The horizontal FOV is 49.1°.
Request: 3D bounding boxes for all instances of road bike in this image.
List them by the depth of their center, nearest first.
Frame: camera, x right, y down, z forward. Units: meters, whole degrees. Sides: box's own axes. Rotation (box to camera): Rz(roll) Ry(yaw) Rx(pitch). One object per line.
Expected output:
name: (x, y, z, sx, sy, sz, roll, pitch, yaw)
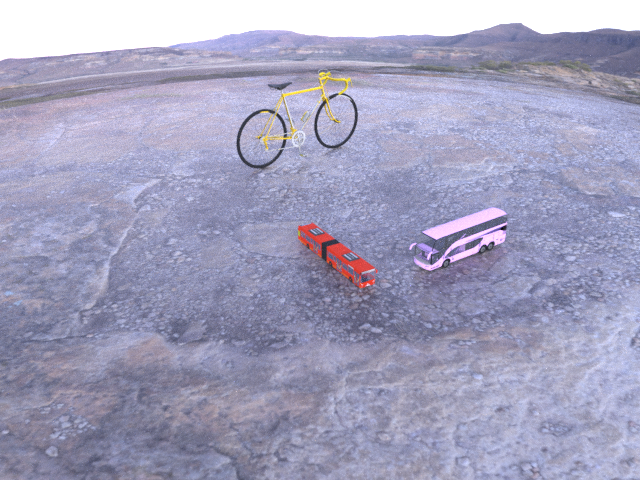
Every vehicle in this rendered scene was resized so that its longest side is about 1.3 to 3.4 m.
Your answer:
road bike: (-0.381, -2.407, 13.769, 3.004, 1.656, 0.697, -20, 33, -34)

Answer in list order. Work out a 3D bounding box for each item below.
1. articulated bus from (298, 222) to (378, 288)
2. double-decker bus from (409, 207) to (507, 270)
articulated bus: (0.212, 0.194, 10.126, 0.311, 0.289, 1.749, -15, 30, -27)
double-decker bus: (2.062, -0.014, 10.259, 1.672, 0.541, 0.389, -18, 32, -31)
